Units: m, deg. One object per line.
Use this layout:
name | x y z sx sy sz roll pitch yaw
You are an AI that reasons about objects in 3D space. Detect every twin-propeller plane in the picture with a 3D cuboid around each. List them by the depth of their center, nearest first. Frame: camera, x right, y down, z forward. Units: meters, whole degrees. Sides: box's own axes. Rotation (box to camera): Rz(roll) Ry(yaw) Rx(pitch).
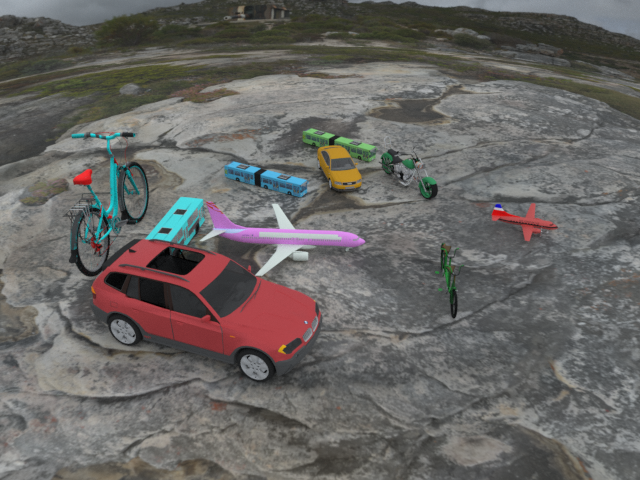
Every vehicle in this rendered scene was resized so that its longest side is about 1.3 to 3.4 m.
twin-propeller plane | 3.425 -0.354 11.704 1.095 0.407 1.370 10 32 16

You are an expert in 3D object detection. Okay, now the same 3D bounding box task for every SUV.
SUV | -1.491 0.789 9.050 3.058 1.128 1.276 11 32 18

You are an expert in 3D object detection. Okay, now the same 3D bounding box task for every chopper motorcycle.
chopper motorcycle | 1.653 -1.354 13.056 0.466 0.761 1.563 -18 35 -28

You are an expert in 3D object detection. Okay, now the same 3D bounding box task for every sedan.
sedan | 0.366 -1.438 13.472 0.635 0.483 1.613 -7 31 -11

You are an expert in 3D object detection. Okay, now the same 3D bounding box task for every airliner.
airliner | -0.552 -0.205 11.030 2.541 0.835 2.257 1 30 2

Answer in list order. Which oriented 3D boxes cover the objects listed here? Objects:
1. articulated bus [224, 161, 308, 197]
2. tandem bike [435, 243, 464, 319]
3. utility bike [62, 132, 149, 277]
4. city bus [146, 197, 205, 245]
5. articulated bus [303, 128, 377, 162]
articulated bus | -1.025 -1.150 13.174 1.749 0.289 0.311 16 34 26
tandem bike | 1.861 0.447 10.072 0.283 0.682 1.642 1 30 2
utility bike | -3.384 -0.710 10.897 1.039 1.839 2.791 5 31 8
city bus | -2.332 -0.106 11.230 0.476 0.460 1.674 6 31 10
articulated bus | 0.393 -1.993 14.606 1.749 0.289 0.311 21 36 31
